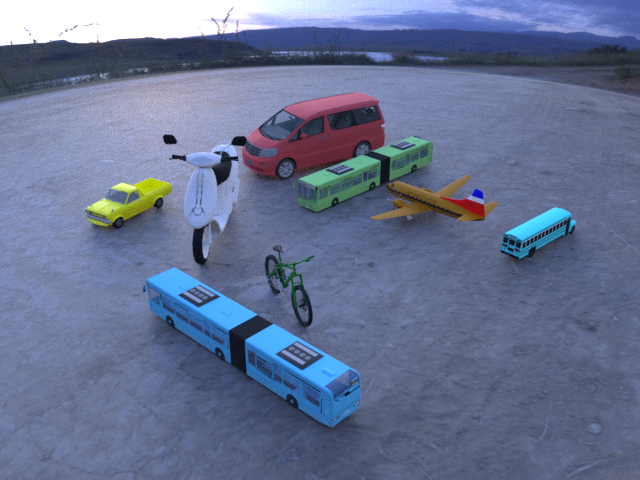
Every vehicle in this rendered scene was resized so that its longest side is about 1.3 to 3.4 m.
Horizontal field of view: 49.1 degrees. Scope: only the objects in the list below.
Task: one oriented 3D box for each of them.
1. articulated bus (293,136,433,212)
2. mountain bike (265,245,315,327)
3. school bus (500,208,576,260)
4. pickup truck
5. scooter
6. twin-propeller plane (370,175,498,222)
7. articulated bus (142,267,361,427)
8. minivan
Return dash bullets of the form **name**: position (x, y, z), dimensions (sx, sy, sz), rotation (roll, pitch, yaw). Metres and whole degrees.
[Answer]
- **articulated bus**: position (0.931, -1.314, 13.311), dimensions (0.605, 0.561, 3.401), rotation (25, 36, 39)
- **mountain bike**: position (-0.445, 0.536, 9.424), dimensions (0.573, 0.868, 1.469), rotation (-13, 30, -23)
- **school bus**: position (3.540, -0.136, 11.184), dimensions (1.708, 0.434, 0.365), rotation (-23, 35, -36)
- **pickup truck**: position (-3.318, -0.720, 12.225), dimensions (0.640, 0.511, 1.603), rotation (16, 32, 28)
- **scooter**: position (-1.727, -0.932, 11.250), dimensions (1.288, 1.786, 2.721), rotation (2, 28, 3)
- **twin-propeller plane**: position (1.933, -0.752, 11.982), dimensions (2.663, 0.792, 2.129), rotation (-24, 36, -38)
- **articulated bus**: position (-0.943, 1.189, 8.502), dimensions (3.401, 0.561, 0.605), rotation (24, 36, 38)
- **minivan**: position (-0.130, -2.169, 14.266), dimensions (3.011, 1.197, 1.324), rotation (-16, 32, -28)
